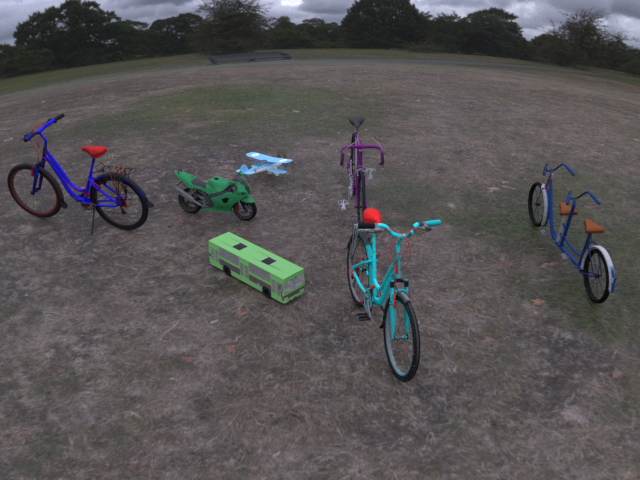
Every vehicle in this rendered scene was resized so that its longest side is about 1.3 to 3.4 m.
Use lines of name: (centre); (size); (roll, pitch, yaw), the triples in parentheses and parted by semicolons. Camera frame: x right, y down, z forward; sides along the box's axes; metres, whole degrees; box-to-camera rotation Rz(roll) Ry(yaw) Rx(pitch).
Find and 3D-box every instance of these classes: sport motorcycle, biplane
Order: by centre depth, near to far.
sport motorcycle: (-1.819, -0.791, 12.210); (1.520, 0.821, 0.506); (8, 29, 15)
biplane: (-1.134, -1.451, 13.782); (1.090, 0.504, 1.336); (-23, 36, -36)

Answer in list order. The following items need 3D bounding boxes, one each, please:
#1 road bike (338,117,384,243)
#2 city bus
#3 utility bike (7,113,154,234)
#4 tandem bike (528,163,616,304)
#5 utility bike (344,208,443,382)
road bike: (0.649, -1.192, 12.075); (0.696, 1.656, 3.004); (-1, 28, -1)
city bus: (-0.961, 0.406, 10.354); (1.674, 0.460, 0.476); (24, 36, 37)
utility bike: (-4.103, -1.024, 11.567); (2.791, 1.839, 1.039); (8, 29, 14)
tandem bike: (3.793, -0.270, 10.701); (0.550, 1.326, 3.192); (-2, 28, -4)
utility bike: (0.849, 0.402, 8.899); (1.039, 1.839, 2.791); (-7, 29, -13)
